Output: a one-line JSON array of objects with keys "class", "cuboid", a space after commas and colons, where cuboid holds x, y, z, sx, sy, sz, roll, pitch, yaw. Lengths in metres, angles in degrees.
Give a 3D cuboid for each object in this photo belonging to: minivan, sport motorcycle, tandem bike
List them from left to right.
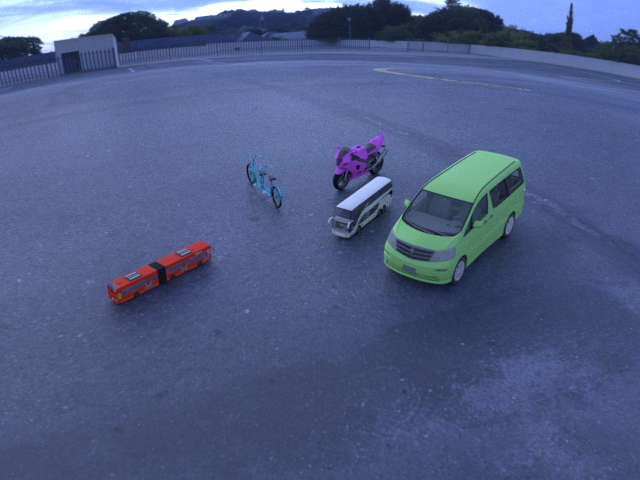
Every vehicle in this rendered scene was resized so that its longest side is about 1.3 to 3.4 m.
[{"class": "tandem bike", "cuboid": [-1.052, -1.142, 12.993, 0.283, 0.682, 1.642, -14, 31, -24]}, {"class": "sport motorcycle", "cuboid": [0.762, -1.522, 13.548, 0.506, 0.821, 1.520, 23, 36, 35]}, {"class": "minivan", "cuboid": [2.194, -0.418, 11.111, 1.324, 1.197, 3.011, 20, 34, 32]}]

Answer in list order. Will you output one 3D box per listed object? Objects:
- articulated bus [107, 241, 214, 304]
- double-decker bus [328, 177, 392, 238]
[{"class": "articulated bus", "cuboid": [-2.348, 0.458, 10.445, 0.311, 0.289, 1.749, 23, 36, 36]}, {"class": "double-decker bus", "cuboid": [0.737, -0.565, 12.072, 0.389, 0.541, 1.672, 16, 32, 28]}]
